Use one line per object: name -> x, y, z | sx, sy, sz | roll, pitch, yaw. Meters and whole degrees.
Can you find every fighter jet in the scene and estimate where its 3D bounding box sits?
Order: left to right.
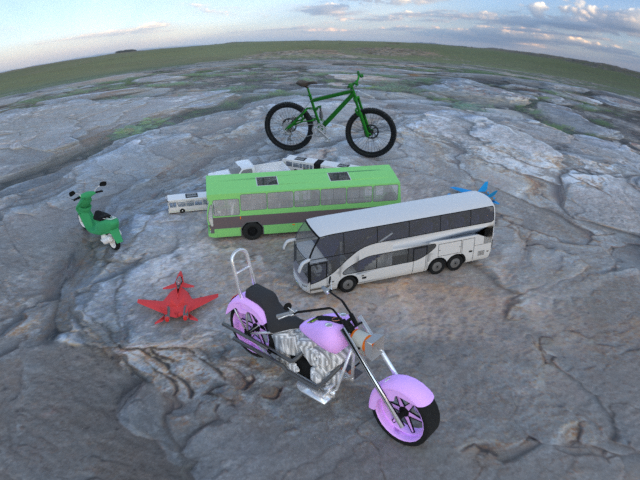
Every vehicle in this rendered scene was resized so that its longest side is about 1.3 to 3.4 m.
fighter jet -> -2.054, 0.724, 10.129 | 1.147, 0.286, 1.358 | -4, 29, -6
fighter jet -> 2.570, -0.797, 12.880 | 1.358, 0.286, 1.147 | -7, 30, -13

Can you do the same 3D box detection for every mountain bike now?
mountain bike -> 0.199, -2.596, 14.684 | 2.857, 1.688, 1.114 | 6, 30, 11

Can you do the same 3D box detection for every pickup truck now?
pickup truck -> -1.355, -1.253, 13.472 | 1.603, 0.511, 0.640 | -11, 31, -19

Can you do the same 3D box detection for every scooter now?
scooter -> -3.680, -0.415, 11.536 | 0.662, 0.919, 1.399 | -25, 38, -37

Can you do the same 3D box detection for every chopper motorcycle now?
chopper motorcycle -> 0.040, 1.182, 8.070 | 3.040, 1.480, 0.906 | 22, 36, 34

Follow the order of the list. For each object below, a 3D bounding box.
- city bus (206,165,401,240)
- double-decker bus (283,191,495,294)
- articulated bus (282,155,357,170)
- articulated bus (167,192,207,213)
city bus -> -0.297, -0.640, 11.968 | 3.255, 0.894, 0.926 | -4, 29, -8
double-decker bus -> 1.094, 0.028, 10.598 | 3.251, 1.052, 0.756 | -10, 31, -18
articulated bus -> 0.079, -1.429, 14.020 | 1.749, 0.289, 0.311 | 11, 31, 20
articulated bus -> -1.910, -0.734, 12.763 | 1.749, 0.289, 0.311 | -6, 30, -11
